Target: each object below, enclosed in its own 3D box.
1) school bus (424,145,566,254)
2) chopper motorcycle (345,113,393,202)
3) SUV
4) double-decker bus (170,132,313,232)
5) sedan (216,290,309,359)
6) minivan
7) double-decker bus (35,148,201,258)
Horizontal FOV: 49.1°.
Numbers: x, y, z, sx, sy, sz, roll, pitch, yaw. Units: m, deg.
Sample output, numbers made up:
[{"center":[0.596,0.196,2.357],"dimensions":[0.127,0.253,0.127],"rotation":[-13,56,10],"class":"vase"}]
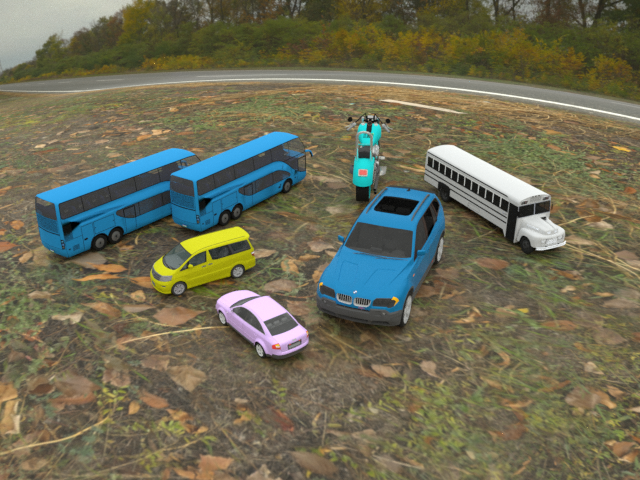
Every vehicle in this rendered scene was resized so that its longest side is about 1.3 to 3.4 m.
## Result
[{"center":[2.997,-0.781,12.271],"dimensions":[0.709,0.844,3.322],"rotation":[-11,29,-22],"class":"school bus"},{"center":[0.951,-1.821,13.651],"dimensions":[0.906,1.480,3.040],"rotation":[3,27,7],"class":"chopper motorcycle"},{"center":[0.975,0.123,10.127],"dimensions":[1.276,1.128,3.058],"rotation":[10,28,20],"class":"SUV"},{"center":[-1.365,-1.149,12.779],"dimensions":[0.756,1.052,3.251],"rotation":[17,31,31],"class":"double-decker bus"},{"center":[-0.785,1.004,9.077],"dimensions":[0.635,0.483,1.613],"rotation":[-19,32,-33],"class":"sedan"},{"center":[-1.743,0.293,10.362],"dimensions":[1.548,0.616,0.681],"rotation":[-16,31,-29],"class":"minivan"},{"center":[-3.217,-0.724,11.921],"dimensions":[0.756,1.052,3.251],"rotation":[19,32,33],"class":"double-decker bus"}]
